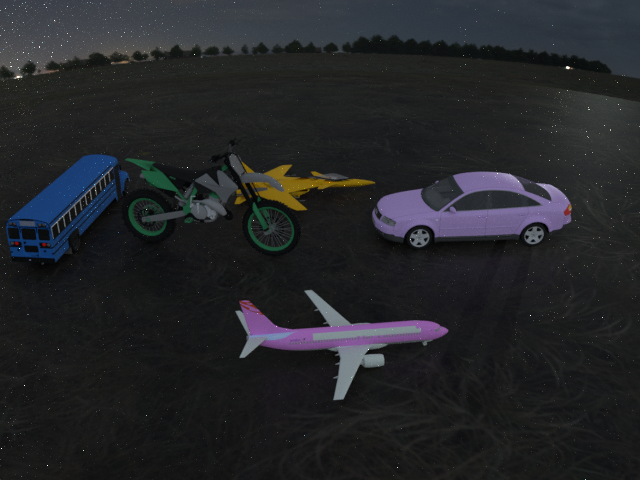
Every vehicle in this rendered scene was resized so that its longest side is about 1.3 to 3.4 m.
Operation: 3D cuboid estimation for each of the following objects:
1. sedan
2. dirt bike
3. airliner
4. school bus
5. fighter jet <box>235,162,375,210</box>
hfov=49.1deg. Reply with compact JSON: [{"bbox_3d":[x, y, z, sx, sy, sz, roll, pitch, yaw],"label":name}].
[{"bbox_3d":[2.408,-0.543,11.188,3.137,0.940,1.235,-2,26,-3],"label":"sedan"},{"bbox_3d":[-1.687,-0.614,10.512,2.903,1.666,1.024,6,27,12],"label":"dirt bike"},{"bbox_3d":[0.302,0.978,8.228,2.541,0.835,2.257,-4,27,-8],"label":"airliner"},{"bbox_3d":[-3.983,-0.635,11.482,0.709,0.844,3.322,2,26,5],"label":"school bus"},{"bbox_3d":[-0.272,-1.131,12.810,2.640,0.557,2.229,-4,27,-8],"label":"fighter jet"}]
